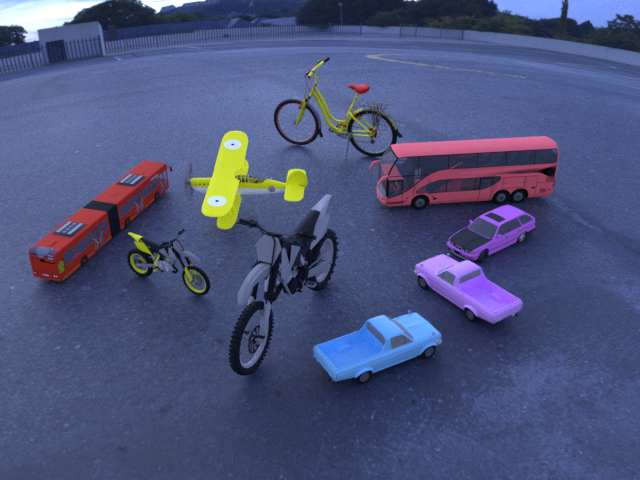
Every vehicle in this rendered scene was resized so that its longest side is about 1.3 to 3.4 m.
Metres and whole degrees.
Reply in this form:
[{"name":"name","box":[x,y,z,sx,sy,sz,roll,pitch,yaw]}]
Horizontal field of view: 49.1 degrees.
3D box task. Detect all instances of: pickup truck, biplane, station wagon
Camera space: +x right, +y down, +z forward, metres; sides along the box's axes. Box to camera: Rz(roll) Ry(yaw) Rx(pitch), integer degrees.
[{"name":"pickup truck","box":[0.725,1.276,8.649,1.603,0.511,0.640,-16,34,-25]},{"name":"biplane","box":[-1.273,-0.924,11.973,2.120,0.981,2.598,1,30,2]},{"name":"station wagon","box":[2.736,-0.150,11.144,1.597,0.473,0.682,-21,36,-32]},{"name":"pickup truck","box":[2.038,0.627,9.768,0.640,0.511,1.603,-19,35,-30]}]

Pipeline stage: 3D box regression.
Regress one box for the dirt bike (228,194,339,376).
[{"name":"dirt bike","box":[-0.386,0.411,8.990,1.024,1.666,2.903,13,33,21]}]

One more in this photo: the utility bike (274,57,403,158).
[{"name":"utility bike","box":[0.289,-2.572,13.958,2.791,1.839,1.039,11,32,19]}]

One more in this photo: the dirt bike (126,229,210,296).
[{"name":"dirt bike","box":[-2.196,0.286,10.010,1.493,0.857,0.527,15,33,24]}]

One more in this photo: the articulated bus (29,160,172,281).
[{"name":"articulated bus","box":[-3.484,-0.418,11.520,0.605,0.561,3.401,9,31,15]}]

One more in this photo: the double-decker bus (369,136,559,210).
[{"name":"double-decker bus","box":[2.540,-1.200,12.378,3.251,1.052,0.756,-4,30,-7]}]
